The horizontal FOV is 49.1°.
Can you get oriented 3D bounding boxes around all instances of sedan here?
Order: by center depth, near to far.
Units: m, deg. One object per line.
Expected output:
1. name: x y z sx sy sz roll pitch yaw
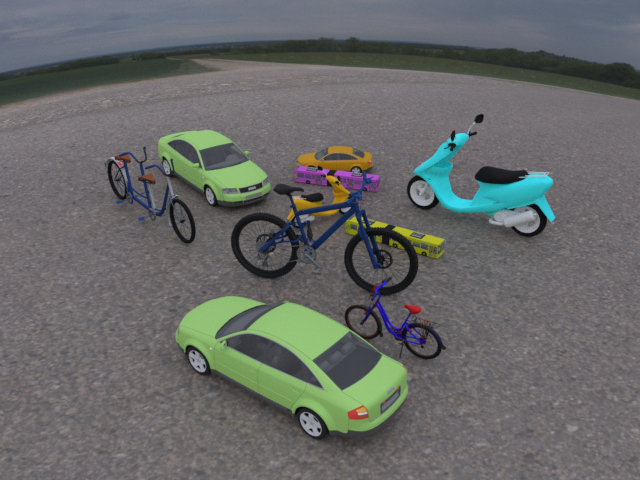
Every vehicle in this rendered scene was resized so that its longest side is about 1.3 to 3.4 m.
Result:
1. sedan: -0.439 1.307 8.375 3.137 0.940 1.235 20 34 33
2. sedan: -2.141 -1.549 13.822 1.235 0.940 3.137 -19 33 -32
3. sedan: 0.298 -1.674 14.550 1.613 0.483 0.635 1 28 2

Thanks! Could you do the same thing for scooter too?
1. scooter: 2.751 -1.109 12.070 2.721 1.786 1.288 18 32 30
2. scooter: 0.027 -0.751 12.321 1.399 0.919 0.662 -18 33 -31

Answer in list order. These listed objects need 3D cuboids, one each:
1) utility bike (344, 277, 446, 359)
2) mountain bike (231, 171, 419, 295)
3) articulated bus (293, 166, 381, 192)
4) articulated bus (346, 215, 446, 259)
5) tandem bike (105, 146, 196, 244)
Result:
1. utility bike: 0.920 1.032 8.892 1.435 0.946 0.535 15 31 27
2. mountain bike: 0.024 -0.062 10.180 2.857 1.688 1.114 7 29 14
3. articulated bus: 0.335 -1.216 13.886 1.749 0.289 0.311 8 29 16
4. articulated bus: 1.241 -0.061 11.685 1.749 0.289 0.311 16 32 28
5. tandem bike: -3.067 -0.974 12.309 0.550 1.326 3.192 -22 35 -35
